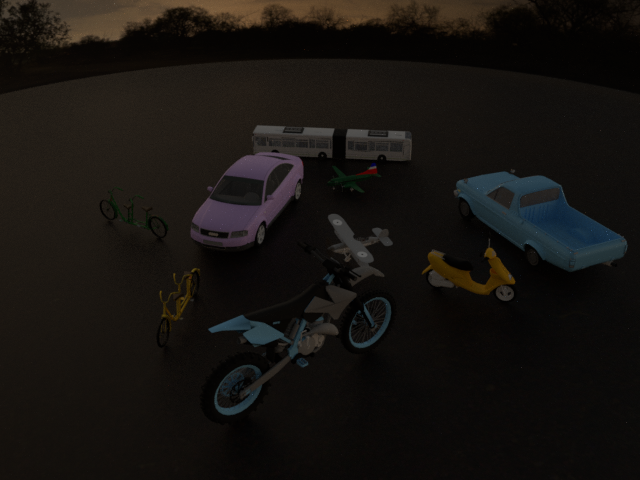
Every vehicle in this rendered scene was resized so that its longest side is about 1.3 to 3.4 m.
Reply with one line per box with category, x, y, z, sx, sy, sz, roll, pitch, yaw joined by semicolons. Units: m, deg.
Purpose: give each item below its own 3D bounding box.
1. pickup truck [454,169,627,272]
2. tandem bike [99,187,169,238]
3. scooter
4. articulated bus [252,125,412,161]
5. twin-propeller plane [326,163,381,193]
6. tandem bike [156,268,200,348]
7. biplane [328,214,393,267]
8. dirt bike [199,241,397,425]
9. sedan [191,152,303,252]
pickup truck;3.526;-0.443;11.570;1.244;0.993;3.117;-12;31;-21
tandem bike;-3.217;-0.488;11.974;1.642;0.682;0.283;17;33;28
scooter;2.182;0.401;10.120;1.399;0.919;0.662;11;31;19
articulated bus;0.238;-2.068;14.955;3.401;0.561;0.605;3;29;6
twin-propeller plane;0.626;-1.235;13.608;1.095;0.407;1.370;-12;31;-20
tandem bike;-1.942;0.797;9.649;0.283;0.682;1.642;5;29;9
biplane;0.622;0.055;11.174;1.090;0.504;1.336;-12;31;-21
dirt bike;-0.165;1.019;8.231;2.903;1.666;1.024;-21;35;-33
sedan;-1.224;-0.831;12.327;1.235;0.940;3.137;9;30;16
